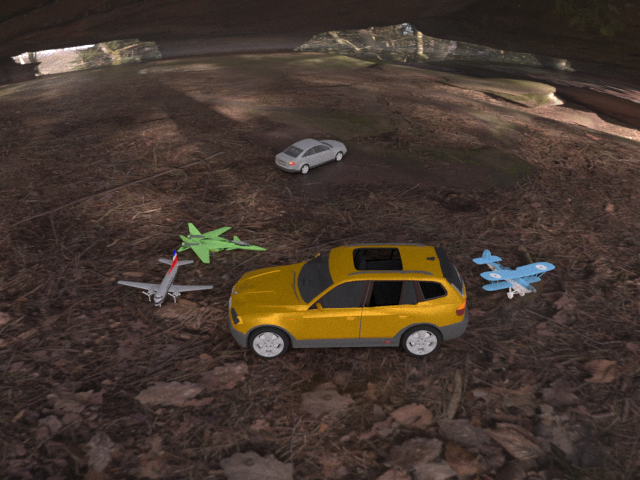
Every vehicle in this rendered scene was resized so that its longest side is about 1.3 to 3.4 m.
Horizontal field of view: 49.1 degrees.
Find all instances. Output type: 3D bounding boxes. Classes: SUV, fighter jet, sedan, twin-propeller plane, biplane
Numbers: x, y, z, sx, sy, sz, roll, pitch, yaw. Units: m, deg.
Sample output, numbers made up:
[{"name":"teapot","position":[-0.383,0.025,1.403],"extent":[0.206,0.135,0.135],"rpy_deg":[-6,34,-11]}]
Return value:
[{"name":"SUV","position":[0.350,0.697,8.936],"extent":[3.058,1.128,1.276],"rpy_deg":[-1,30,-1]},{"name":"fighter jet","position":[-1.501,0.014,10.986],"extent":[1.358,0.286,1.147],"rpy_deg":[5,30,9]},{"name":"sedan","position":[-0.155,-1.739,13.868],"extent":[1.613,0.483,0.635],"rpy_deg":[-24,38,-36]},{"name":"twin-propeller plane","position":[-2.168,0.552,9.919],"extent":[1.370,0.407,1.095],"rpy_deg":[3,30,5]},{"name":"biplane","position":[2.684,0.484,9.941],"extent":[1.336,0.504,1.090],"rpy_deg":[-16,33,-26]}]
